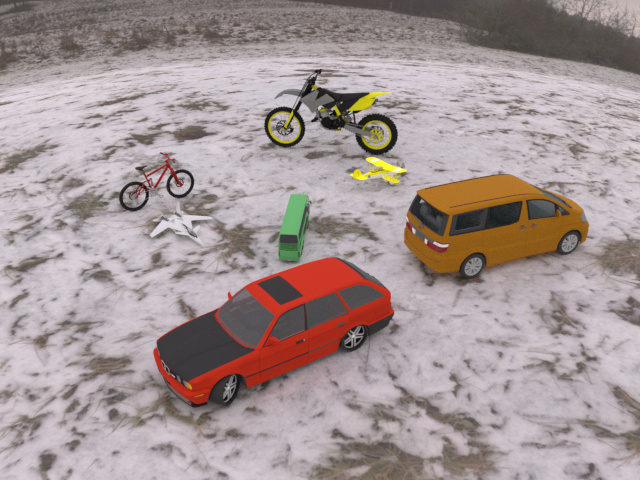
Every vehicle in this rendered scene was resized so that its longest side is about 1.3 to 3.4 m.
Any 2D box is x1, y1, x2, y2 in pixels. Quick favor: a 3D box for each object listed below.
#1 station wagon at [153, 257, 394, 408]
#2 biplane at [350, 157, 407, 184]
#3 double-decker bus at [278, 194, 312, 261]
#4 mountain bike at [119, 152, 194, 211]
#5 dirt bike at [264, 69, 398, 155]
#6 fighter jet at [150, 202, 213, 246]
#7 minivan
[{"bbox_3d":[-0.557,1.025,8.871,3.105,0.920,1.327,-18,34,-29],"label":"station wagon"},{"bbox_3d":[1.118,-1.292,13.494,1.090,0.504,1.336,-13,31,-22],"label":"biplane"},{"bbox_3d":[-0.412,-0.249,11.570,0.389,0.541,1.672,2,29,4],"label":"double-decker bus"},{"bbox_3d":[-2.952,-1.045,12.672,1.469,0.868,0.573,-20,35,-32],"label":"mountain bike"},{"bbox_3d":[0.210,-2.653,14.756,2.903,1.666,1.024,6,29,10],"label":"dirt bike"},{"bbox_3d":[-2.287,-0.245,11.825,1.147,0.286,1.358,-19,34,-31],"label":"fighter jet"},{"bbox_3d":[2.860,-0.348,11.069,3.011,1.197,1.324,-12,31,-20],"label":"minivan"}]
